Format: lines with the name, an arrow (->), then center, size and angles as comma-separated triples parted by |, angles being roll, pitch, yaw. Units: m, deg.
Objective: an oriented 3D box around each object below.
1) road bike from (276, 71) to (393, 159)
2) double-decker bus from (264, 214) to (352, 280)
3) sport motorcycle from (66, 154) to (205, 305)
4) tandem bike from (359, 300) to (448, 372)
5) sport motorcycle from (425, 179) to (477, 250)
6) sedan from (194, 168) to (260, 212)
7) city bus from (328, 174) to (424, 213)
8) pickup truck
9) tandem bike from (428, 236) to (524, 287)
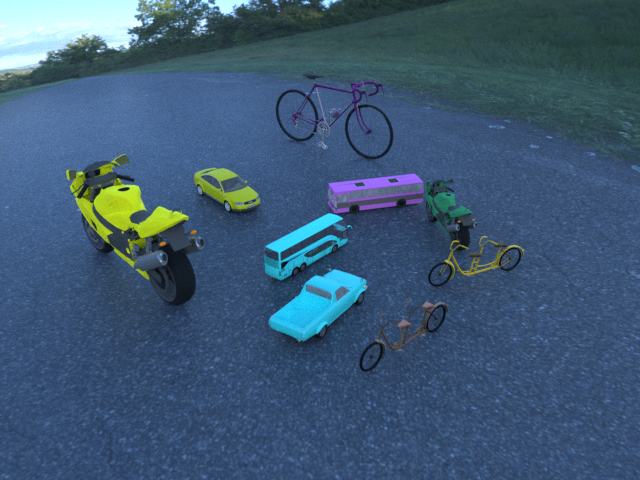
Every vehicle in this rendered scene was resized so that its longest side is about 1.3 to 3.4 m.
road bike -> 0.245, -2.684, 14.719 | 3.004, 1.656, 0.697 | 19, 33, 31
double-decker bus -> -0.171, 0.071, 10.762 | 0.389, 0.541, 1.672 | 22, 35, 35
sport motorcycle -> -2.725, -0.174, 10.103 | 0.983, 1.596, 2.955 | -24, 37, -37
tandem bike -> 1.080, 1.087, 8.720 | 1.642, 0.682, 0.283 | -23, 36, -36
sport motorcycle -> 2.082, -0.448, 11.433 | 0.506, 0.821, 1.520 | -8, 29, -14
sedan -> -1.709, -0.971, 12.765 | 0.635, 0.483, 1.613 | -21, 35, -34
city bus -> 0.993, -0.815, 12.500 | 1.674, 0.460, 0.476 | -8, 29, -14
pickup truck -> 0.007, 0.819, 9.400 | 0.640, 0.511, 1.603 | 18, 33, 29
tandem bike -> 2.313, 0.267, 10.248 | 1.642, 0.682, 0.283 | -11, 30, -20
